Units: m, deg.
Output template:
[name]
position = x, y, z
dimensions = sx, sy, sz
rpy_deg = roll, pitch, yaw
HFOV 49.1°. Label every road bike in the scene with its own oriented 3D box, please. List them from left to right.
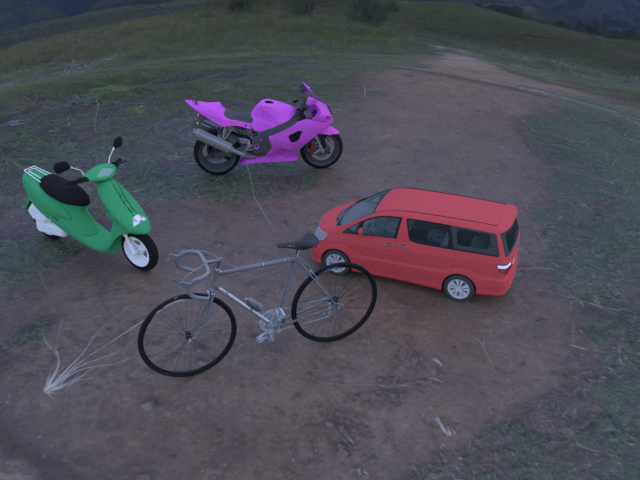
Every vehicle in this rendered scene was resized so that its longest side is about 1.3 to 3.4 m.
[road bike]
position = -0.672, 0.736, 8.316
dimensions = 3.004, 1.656, 0.696
rpy_deg = -11, 31, -19

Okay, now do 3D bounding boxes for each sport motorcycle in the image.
[sport motorcycle]
position = -1.014, -2.058, 13.371
dimensions = 2.955, 1.596, 0.983
rpy_deg = -4, 29, -7

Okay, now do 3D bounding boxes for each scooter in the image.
[scooter]
position = -3.557, -0.593, 10.558
dimensions = 2.721, 1.786, 1.288
rpy_deg = 16, 33, 26

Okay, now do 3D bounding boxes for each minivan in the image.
[minivan]
position = 1.348, -0.067, 10.221
dimensions = 3.011, 1.197, 1.324
rpy_deg = 11, 31, 19
